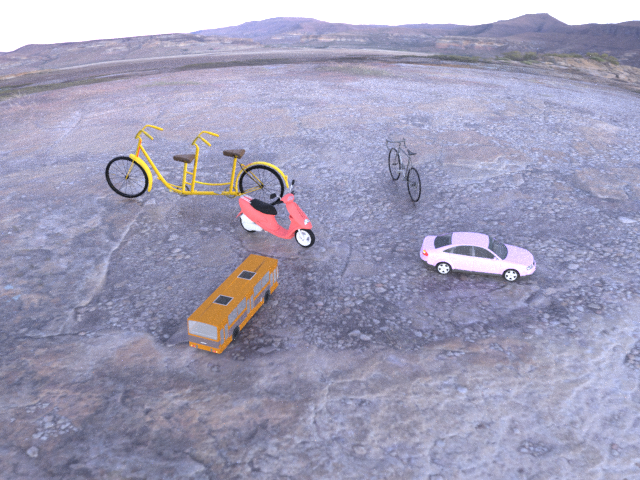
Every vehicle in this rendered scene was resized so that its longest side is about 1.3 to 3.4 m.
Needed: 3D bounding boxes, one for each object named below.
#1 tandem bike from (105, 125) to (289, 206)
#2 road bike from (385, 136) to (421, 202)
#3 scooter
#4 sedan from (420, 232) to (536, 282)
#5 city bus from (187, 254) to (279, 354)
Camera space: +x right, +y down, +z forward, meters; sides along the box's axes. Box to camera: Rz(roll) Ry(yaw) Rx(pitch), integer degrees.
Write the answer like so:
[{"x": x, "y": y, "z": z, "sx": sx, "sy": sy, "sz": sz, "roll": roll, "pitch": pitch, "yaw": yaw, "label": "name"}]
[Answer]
[{"x": -2.094, "y": -1.209, "z": 11.625, "sx": 3.192, "sy": 1.326, "sz": 0.550, "roll": 4, "pitch": 29, "yaw": 8, "label": "tandem bike"}, {"x": 1.472, "y": -1.268, "z": 12.230, "sx": 0.358, "sy": 0.852, "sz": 1.545, "roll": -7, "pitch": 29, "yaw": -13, "label": "road bike"}, {"x": -0.686, "y": -0.419, "z": 10.594, "sx": 1.399, "sy": 0.919, "sz": 0.662, "roll": 15, "pitch": 32, "yaw": 26, "label": "scooter"}, {"x": 2.237, "y": 0.188, "z": 9.930, "sx": 1.613, "sy": 0.483, "sz": 0.635, "roll": 6, "pitch": 29, "yaw": 11, "label": "sedan"}, {"x": -1.053, "y": 0.788, "z": 8.848, "sx": 0.476, "sy": 0.460, "sz": 1.674, "roll": 11, "pitch": 30, "yaw": 19, "label": "city bus"}]
